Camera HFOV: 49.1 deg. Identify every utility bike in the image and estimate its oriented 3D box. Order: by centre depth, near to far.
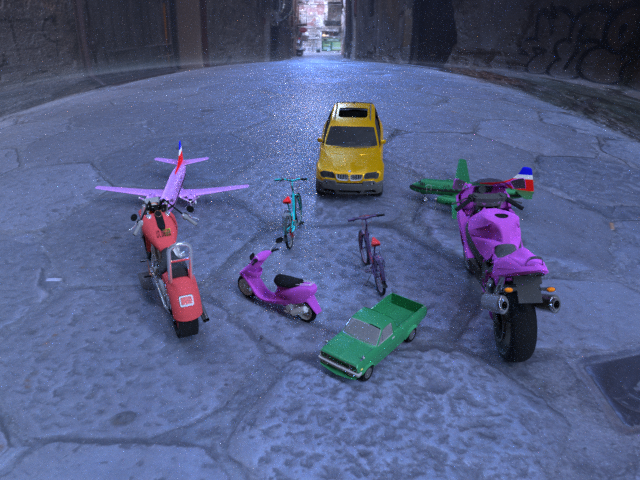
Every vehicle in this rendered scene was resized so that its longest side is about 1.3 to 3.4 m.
[{"bbox_3d":[0.686,0.148,9.884,0.535,0.946,1.435,-5,28,-10],"label":"utility bike"},{"bbox_3d":[-0.480,-0.491,11.088,0.535,0.946,1.435,4,28,7],"label":"utility bike"}]

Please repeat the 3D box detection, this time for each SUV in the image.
[{"bbox_3d":[0.609,-1.809,13.382,1.276,1.128,3.058,2,28,4],"label":"SUV"}]

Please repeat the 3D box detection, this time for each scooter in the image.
[{"bbox_3d":[-0.568,0.521,9.208,1.399,0.919,0.662,19,33,31],"label":"scooter"}]

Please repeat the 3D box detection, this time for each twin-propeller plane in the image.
[{"bbox_3d":[2.622,-0.968,12.154,2.129,0.792,2.663,6,28,11],"label":"twin-propeller plane"},{"bbox_3d":[-2.576,-1.071,12.348,2.663,0.792,2.129,-1,28,-1],"label":"twin-propeller plane"}]

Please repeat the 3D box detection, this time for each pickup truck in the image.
[{"bbox_3d":[0.674,1.105,8.541,0.640,0.511,1.603,20,34,33],"label":"pickup truck"}]

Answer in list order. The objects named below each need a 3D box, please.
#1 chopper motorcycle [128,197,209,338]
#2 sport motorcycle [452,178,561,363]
[{"bbox_3d":[-2.097,0.089,9.424,0.906,1.480,3.040,-10,30,-19],"label":"chopper motorcycle"},{"bbox_3d":[2.279,0.243,9.009,0.983,1.596,2.955,-1,28,-2],"label":"sport motorcycle"}]
